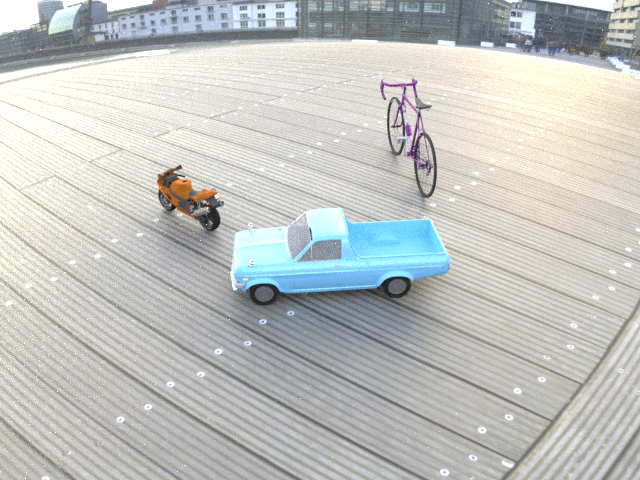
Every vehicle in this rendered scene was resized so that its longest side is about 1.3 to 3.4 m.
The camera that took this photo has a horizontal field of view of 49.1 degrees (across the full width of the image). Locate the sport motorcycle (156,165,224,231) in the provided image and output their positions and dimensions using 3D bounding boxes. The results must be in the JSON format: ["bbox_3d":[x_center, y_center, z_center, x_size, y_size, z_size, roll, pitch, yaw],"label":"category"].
[{"bbox_3d":[-2.201,-0.694,11.628,1.520,0.821,0.506,23,38,33],"label":"sport motorcycle"}]

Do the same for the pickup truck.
[{"bbox_3d":[0.261,0.141,10.075,3.117,0.993,1.244,-3,31,-5],"label":"pickup truck"}]

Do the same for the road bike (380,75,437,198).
[{"bbox_3d":[1.676,-1.998,12.986,0.696,1.656,3.004,-6,31,-9],"label":"road bike"}]
